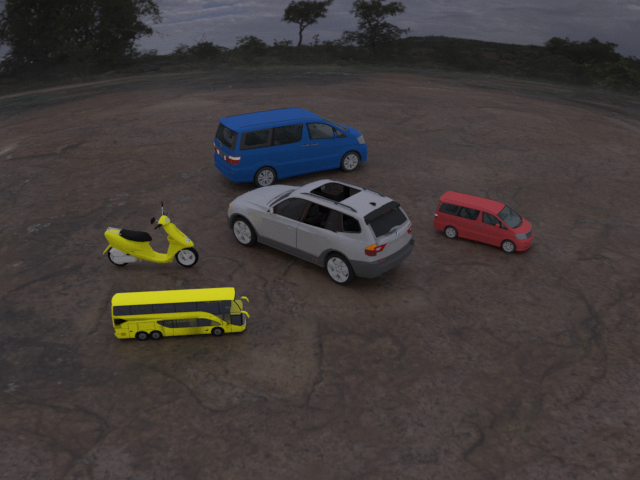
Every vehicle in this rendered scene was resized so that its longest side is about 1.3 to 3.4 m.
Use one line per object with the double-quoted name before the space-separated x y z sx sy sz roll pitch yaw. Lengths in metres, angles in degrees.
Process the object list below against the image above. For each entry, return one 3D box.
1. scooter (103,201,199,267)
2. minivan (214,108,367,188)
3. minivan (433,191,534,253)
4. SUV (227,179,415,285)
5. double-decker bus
"scooter" -2.481 -0.023 10.169 1.399 0.919 0.662 1 27 1
"minivan" -0.516 -1.890 13.556 3.011 1.197 1.324 -13 30 -25
"minivan" 2.598 -0.303 11.059 1.548 0.616 0.681 16 31 28
"SUV" -0.057 -0.329 10.544 3.058 1.128 1.276 20 33 34
"double-decker bus" -1.724 0.913 8.737 1.672 0.541 0.389 -3 27 -5
